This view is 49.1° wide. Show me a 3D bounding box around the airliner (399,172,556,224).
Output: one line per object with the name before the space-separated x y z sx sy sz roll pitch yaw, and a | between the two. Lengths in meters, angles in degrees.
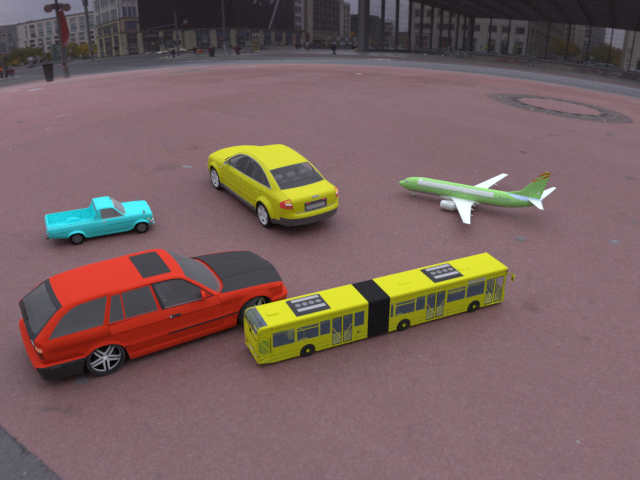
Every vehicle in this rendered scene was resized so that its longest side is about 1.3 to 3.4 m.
airliner | 2.496 -0.933 11.524 2.541 0.835 2.257 14 30 25

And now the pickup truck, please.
pickup truck | -3.384 -0.348 10.743 1.603 0.511 0.640 -11 29 -21

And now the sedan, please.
sedan | -0.880 -1.106 11.745 1.235 0.940 3.137 -16 31 -29

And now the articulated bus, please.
articulated bus | 0.771 0.787 8.485 3.401 0.561 0.605 -12 29 -21

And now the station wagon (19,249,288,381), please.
station wagon | -1.915 0.661 8.337 3.105 0.920 1.327 -15 31 -27
